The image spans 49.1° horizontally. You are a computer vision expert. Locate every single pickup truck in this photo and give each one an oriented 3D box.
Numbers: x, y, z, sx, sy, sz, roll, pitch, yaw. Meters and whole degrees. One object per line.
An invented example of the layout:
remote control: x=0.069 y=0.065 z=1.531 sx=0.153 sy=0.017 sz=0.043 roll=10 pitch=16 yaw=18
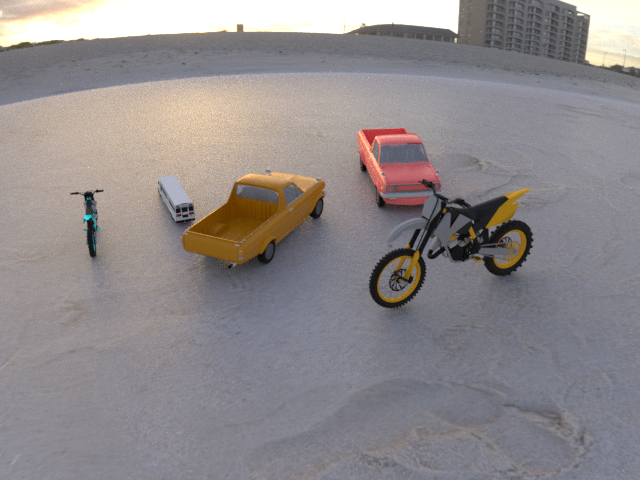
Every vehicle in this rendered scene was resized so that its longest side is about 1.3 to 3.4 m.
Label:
pickup truck: x=1.518 y=-1.615 z=13.920 sx=1.244 sy=0.993 sz=3.117 roll=-3 pitch=27 yaw=-6
pickup truck: x=-1.003 y=-0.504 z=11.726 sx=1.244 sy=0.993 sz=3.117 roll=12 pitch=29 yaw=22

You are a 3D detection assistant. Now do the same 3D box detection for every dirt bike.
dirt bike: x=-3.797 y=-0.354 z=11.580 sx=0.527 sy=0.857 sz=1.493 roll=-7 pitch=28 yaw=-13
dirt bike: x=1.968 y=0.002 z=9.981 sx=2.903 sy=1.666 sz=1.024 roll=-14 pitch=30 yaw=-25

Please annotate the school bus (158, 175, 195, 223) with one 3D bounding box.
school bus: x=-2.680 y=-0.791 z=12.913 sx=0.365 sy=0.434 sz=1.708 roll=-11 pitch=29 yaw=-20
